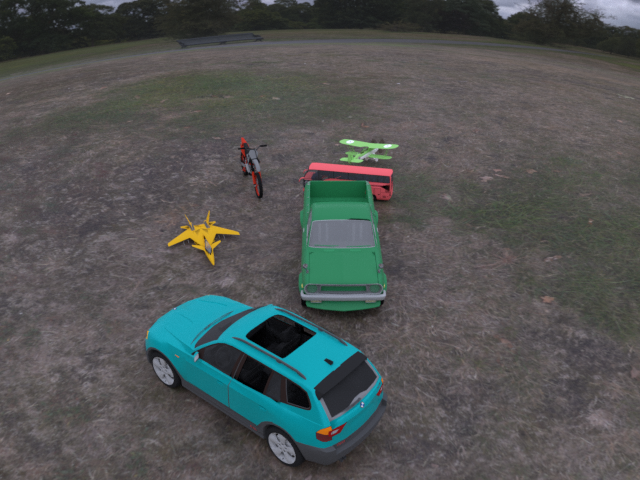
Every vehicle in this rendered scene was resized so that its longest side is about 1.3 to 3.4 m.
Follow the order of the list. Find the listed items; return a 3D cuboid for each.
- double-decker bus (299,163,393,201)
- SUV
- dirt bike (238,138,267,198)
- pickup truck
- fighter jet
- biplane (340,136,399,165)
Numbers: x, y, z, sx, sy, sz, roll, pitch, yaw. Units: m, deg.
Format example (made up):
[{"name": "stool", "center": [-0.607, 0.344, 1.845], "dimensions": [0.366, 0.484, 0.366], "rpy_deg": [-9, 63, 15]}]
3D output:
[{"name": "double-decker bus", "center": [0.475, -1.051, 12.568], "dimensions": [1.672, 0.541, 0.389], "rpy_deg": [6, 31, 10]}, {"name": "SUV", "center": [-0.699, 1.351, 7.932], "dimensions": [3.058, 1.128, 1.276], "rpy_deg": [23, 37, 33]}, {"name": "dirt bike", "center": [-1.257, -1.385, 12.821], "dimensions": [0.527, 0.857, 1.493], "rpy_deg": [-10, 32, -16]}, {"name": "pickup truck", "center": [0.307, -0.113, 10.538], "dimensions": [1.244, 0.993, 3.117], "rpy_deg": [0, 31, 0]}, {"name": "fighter jet", "center": [-1.821, -0.024, 11.081], "dimensions": [1.147, 0.286, 1.358], "rpy_deg": [-10, 32, -16]}, {"name": "biplane", "center": [0.849, -1.699, 13.700], "dimensions": [1.336, 0.504, 1.090], "rpy_deg": [21, 37, 31]}]
